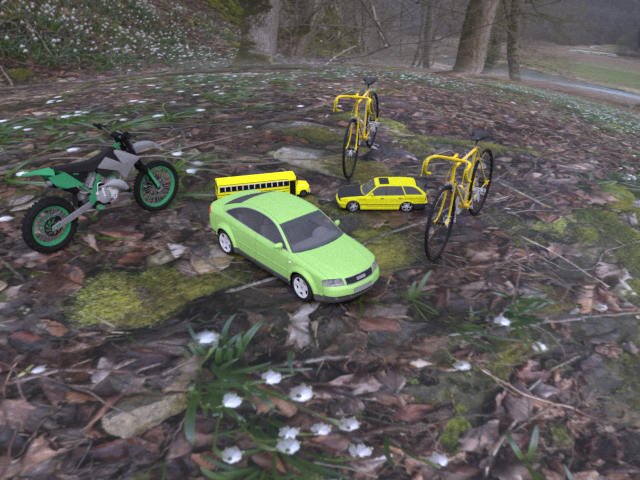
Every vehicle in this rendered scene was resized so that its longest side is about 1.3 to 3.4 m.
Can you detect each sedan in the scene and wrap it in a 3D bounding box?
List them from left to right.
[{"bbox_3d":[-0.449,-0.072,10.393,1.235,0.940,3.137,-22,35,-36],"label":"sedan"}]

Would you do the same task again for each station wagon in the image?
[{"bbox_3d":[1.082,-0.832,12.370,1.597,0.473,0.682,0,27,0],"label":"station wagon"}]

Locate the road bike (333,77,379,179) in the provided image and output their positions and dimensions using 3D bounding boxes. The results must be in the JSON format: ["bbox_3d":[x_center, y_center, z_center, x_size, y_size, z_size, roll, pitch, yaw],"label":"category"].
[{"bbox_3d":[0.851,-2.366,14.047,0.697,1.656,3.004,8,28,14],"label":"road bike"}]

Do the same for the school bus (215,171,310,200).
[{"bbox_3d":[-1.025,-0.960,12.660,1.708,0.434,0.365,-7,28,-13],"label":"school bus"}]

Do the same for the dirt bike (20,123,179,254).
[{"bbox_3d":[-3.483,-0.913,11.227,1.024,1.666,2.903,22,35,36],"label":"dirt bike"}]

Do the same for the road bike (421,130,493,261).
[{"bbox_3d":[2.273,-0.837,11.091,0.697,1.656,3.004,15,31,27],"label":"road bike"}]
